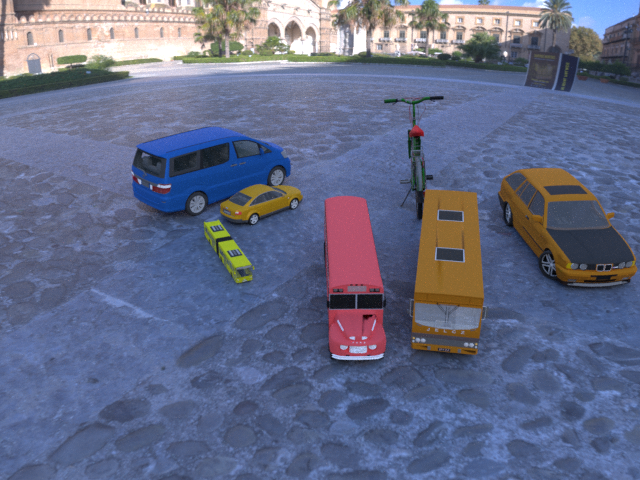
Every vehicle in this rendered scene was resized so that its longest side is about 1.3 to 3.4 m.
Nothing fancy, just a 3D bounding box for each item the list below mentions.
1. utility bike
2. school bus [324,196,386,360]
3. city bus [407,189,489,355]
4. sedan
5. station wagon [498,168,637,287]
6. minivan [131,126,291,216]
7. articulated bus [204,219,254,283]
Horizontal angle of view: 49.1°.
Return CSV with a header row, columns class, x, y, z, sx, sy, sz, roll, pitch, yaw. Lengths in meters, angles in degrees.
class,x,y,z,sx,sy,sz,roll,pitch,yaw
utility bike,1.616,-1.557,12.331,1.039,1.839,2.791,2,26,4
school bus,0.416,0.414,9.429,0.709,0.844,3.322,0,26,-1
city bus,1.739,0.327,9.550,0.926,0.894,3.255,4,26,9
sedan,-0.989,-0.702,12.125,1.613,0.483,0.635,-23,34,-39
station wagon,3.768,-0.335,10.876,1.327,0.920,3.105,-2,26,-4
minivan,-1.892,-1.397,12.736,3.011,1.197,1.324,-23,34,-39
articulated bus,-1.414,0.143,10.616,0.311,0.289,1.749,-11,28,-21
